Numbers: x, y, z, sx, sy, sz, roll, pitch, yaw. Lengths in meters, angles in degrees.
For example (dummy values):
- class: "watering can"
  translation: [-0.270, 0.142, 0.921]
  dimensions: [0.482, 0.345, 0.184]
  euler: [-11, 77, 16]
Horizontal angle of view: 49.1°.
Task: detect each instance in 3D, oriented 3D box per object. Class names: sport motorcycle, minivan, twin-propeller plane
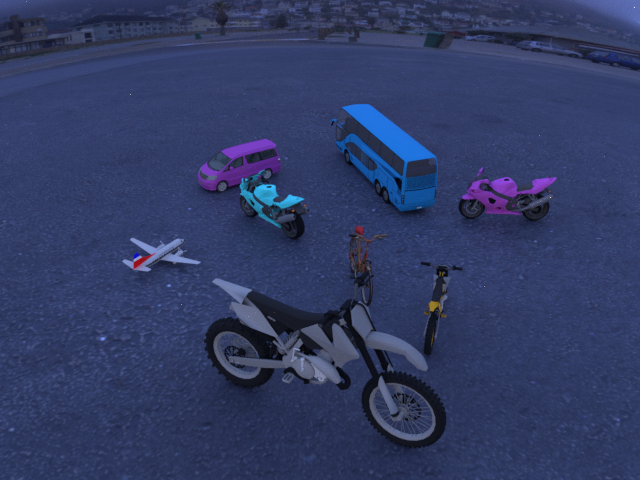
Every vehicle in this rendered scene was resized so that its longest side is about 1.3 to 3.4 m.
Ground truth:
- class: "sport motorcycle"
  translation: [-0.790, -0.572, 11.280]
  dimensions: [1.520, 0.821, 0.506]
  euler: [26, 39, 37]
- class: "sport motorcycle"
  translation: [3.066, -0.713, 11.526]
  dimensions: [1.520, 0.821, 0.506]
  euler: [1, 30, 2]
- class: "minivan"
  translation: [-1.498, -1.387, 12.905]
  dimensions: [1.548, 0.616, 0.681]
  euler: [-19, 35, -29]
- class: "twin-propeller plane"
  translation: [-2.381, 0.173, 10.399]
  dimensions: [1.370, 0.407, 1.095]
  euler: [17, 34, 27]

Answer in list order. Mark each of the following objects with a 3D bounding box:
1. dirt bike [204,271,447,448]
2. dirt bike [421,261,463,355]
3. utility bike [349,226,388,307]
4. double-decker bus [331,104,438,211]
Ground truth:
- class: "dirt bike"
  translation: [-0.027, 1.181, 7.377]
  dimensions: [2.903, 1.666, 1.024]
  euler: [15, 33, 24]
- class: "dirt bike"
  translation: [1.491, 0.762, 8.921]
  dimensions: [0.527, 0.857, 1.493]
  euler: [8, 31, 14]
- class: "utility bike"
  translation: [0.618, 0.230, 9.758]
  dimensions: [0.535, 0.946, 1.435]
  euler: [-4, 30, -8]
- class: "double-decker bus"
  translation: [1.117, -1.610, 12.856]
  dimensions: [0.756, 1.052, 3.251]
  euler: [-10, 31, -17]
